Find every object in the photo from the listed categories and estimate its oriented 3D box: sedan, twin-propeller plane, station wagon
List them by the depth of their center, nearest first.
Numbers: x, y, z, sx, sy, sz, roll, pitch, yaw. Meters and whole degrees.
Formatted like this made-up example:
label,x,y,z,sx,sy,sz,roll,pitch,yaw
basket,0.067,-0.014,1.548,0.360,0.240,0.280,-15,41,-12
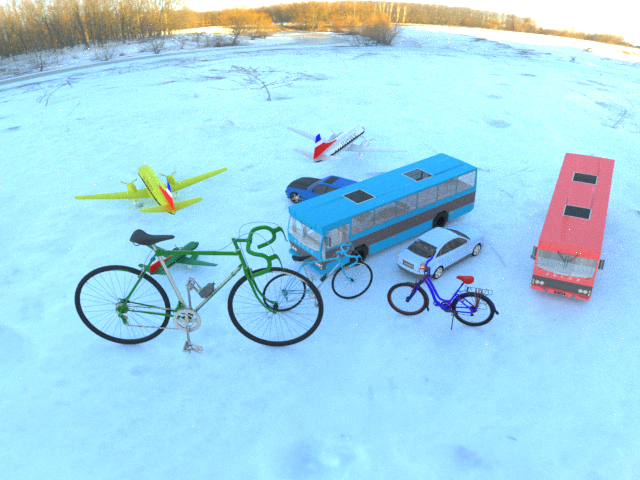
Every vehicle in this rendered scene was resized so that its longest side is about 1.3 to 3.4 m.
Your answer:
label,x,y,z,sx,sy,sz,roll,pitch,yaw
twin-propeller plane,-2.117,0.215,10.215,1.370,0.407,1.095,16,33,25
sedan,1.818,0.086,10.362,1.613,0.483,0.635,-25,38,-36
twin-propeller plane,-2.768,-0.954,11.858,2.663,0.792,2.129,-14,33,-23
station wagon,0.167,-0.823,11.949,1.597,0.473,0.682,17,34,27
twin-propeller plane,0.389,-1.969,13.617,2.663,0.792,2.129,15,33,25

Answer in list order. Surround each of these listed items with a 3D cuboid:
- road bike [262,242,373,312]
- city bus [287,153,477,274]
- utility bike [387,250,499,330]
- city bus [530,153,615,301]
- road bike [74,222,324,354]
label,x,y,z,sx,sy,sz,roll,pitch,yaw
road bike,-0.015,0.508,9.262,1.545,0.852,0.358,-9,31,-16
city bus,1.039,-0.442,10.867,3.255,0.894,0.926,-21,36,-32
utility bike,1.555,0.685,8.862,1.435,0.946,0.535,8,31,14
city bus,3.869,-0.284,10.593,0.926,0.894,3.255,12,32,20
road bike,-1.458,0.593,8.311,3.004,1.656,0.696,1,30,1
